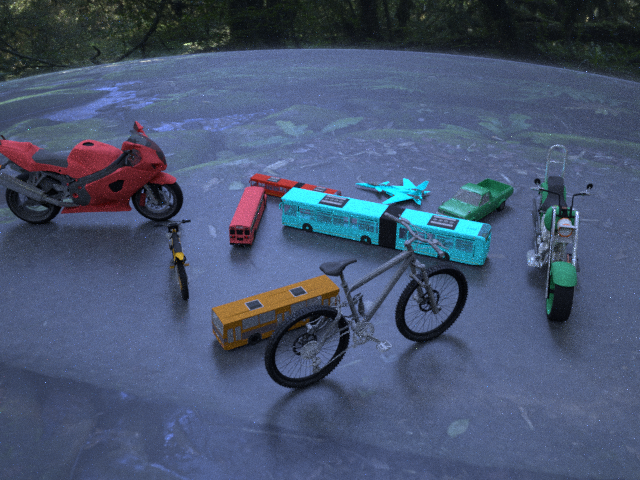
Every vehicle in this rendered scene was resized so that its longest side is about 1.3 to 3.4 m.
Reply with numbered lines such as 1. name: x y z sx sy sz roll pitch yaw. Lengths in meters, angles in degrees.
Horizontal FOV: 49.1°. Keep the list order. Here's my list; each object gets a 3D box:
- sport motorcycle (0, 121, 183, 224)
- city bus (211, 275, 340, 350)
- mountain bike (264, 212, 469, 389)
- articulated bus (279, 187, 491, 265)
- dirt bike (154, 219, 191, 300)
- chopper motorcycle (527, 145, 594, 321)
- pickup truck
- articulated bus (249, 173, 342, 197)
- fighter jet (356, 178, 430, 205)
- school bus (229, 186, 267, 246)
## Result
1. sport motorcycle: -3.755 -1.011 11.432 2.955 1.596 0.983 -1 30 -2
2. city bus: -0.556 0.948 9.142 1.674 0.460 0.476 -15 33 -25
3. mountain bike: 0.638 0.755 8.241 2.857 1.688 1.114 -16 33 -25
4. articulated bus: 0.967 -0.244 11.130 3.401 0.561 0.605 12 32 20
5. dirt bike: -2.059 0.193 10.065 0.527 0.857 1.493 -9 31 -15
6. chopper motorcycle: 3.426 -0.182 10.095 0.906 1.480 3.040 6 30 11
7. pickup truck: 2.666 -0.686 11.958 0.640 0.511 1.603 25 38 37
8. articulated bus: -0.457 -0.880 12.522 1.749 0.289 0.311 14 32 22
9. fighter jet: 1.270 -0.976 12.692 1.358 0.286 1.147 13 32 22
10. school bus: -1.170 -0.450 11.621 0.365 0.434 1.708 3 30 4
